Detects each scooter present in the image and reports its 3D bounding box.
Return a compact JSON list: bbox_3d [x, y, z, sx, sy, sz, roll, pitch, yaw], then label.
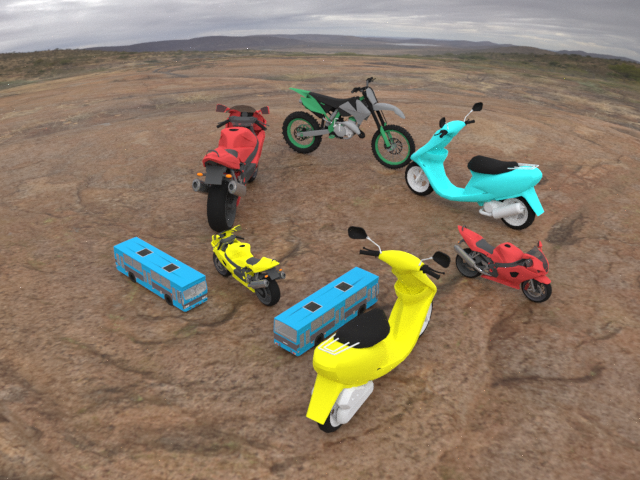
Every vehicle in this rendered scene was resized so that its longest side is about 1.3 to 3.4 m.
[{"bbox_3d":[2.588,-1.282,11.907,2.721,1.786,1.288,24,37,36],"label":"scooter"},{"bbox_3d":[0.695,0.903,7.982,1.288,1.786,2.721,18,34,29],"label":"scooter"}]

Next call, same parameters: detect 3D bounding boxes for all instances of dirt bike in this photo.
[{"bbox_3d":[0.539,-2.357,13.962,2.903,1.666,1.024,13,32,22],"label":"dirt bike"}]

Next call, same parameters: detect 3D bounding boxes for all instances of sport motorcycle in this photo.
[{"bbox_3d":[2.607,0.337,9.991,1.520,0.821,0.506,22,36,34],"label":"sport motorcycle"},{"bbox_3d":[-1.071,0.360,9.950,0.506,0.821,1.520,-24,37,-36],"label":"sport motorcycle"},{"bbox_3d":[-1.482,-1.340,12.207,0.983,1.596,2.955,4,29,7],"label":"sport motorcycle"}]

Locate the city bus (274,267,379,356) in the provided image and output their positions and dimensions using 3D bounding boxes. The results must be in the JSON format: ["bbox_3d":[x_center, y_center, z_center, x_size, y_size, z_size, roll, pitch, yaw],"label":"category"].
[{"bbox_3d":[0.117,0.937,9.284,0.476,0.460,1.674,23,37,35],"label":"city bus"}]

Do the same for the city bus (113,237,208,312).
[{"bbox_3d":[-2.313,0.489,10.089,1.674,0.460,0.476,24,37,36],"label":"city bus"}]
